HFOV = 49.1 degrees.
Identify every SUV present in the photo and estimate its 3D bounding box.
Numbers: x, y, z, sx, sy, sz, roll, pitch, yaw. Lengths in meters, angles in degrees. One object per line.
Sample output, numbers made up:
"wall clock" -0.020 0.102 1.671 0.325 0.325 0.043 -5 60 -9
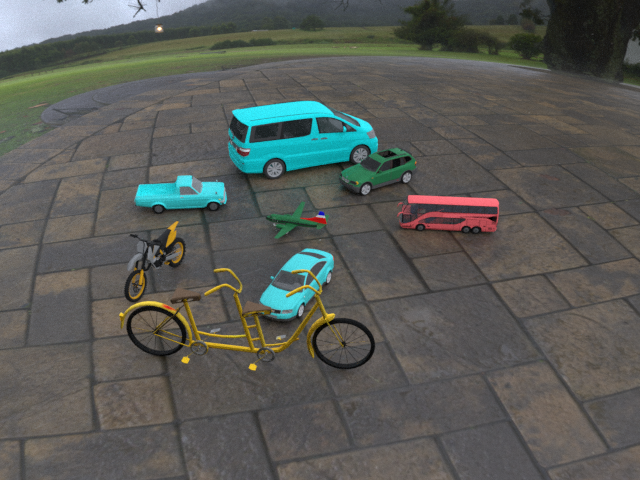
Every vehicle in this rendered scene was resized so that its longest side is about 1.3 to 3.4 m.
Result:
"SUV" 1.111 -1.339 13.288 1.572 0.580 0.656 -18 34 -28

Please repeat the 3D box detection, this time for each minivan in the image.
"minivan" -0.301 -2.108 14.011 3.011 1.197 1.324 -12 32 -19

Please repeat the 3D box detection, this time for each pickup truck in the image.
"pickup truck" -2.479 -0.844 12.493 1.603 0.511 0.640 -3 30 -5

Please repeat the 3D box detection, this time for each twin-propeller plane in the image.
"twin-propeller plane" -0.408 -0.361 11.754 1.095 0.407 1.370 9 31 15

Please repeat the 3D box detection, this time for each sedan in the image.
"sedan" -0.325 0.578 10.035 0.635 0.483 1.613 13 32 21

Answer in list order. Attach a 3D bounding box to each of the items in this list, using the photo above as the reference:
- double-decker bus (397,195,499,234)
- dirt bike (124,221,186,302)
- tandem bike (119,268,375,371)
"double-decker bus" 2.135 -0.438 11.753 1.672 0.541 0.389 3 30 5
"dirt bike" -2.402 0.255 10.223 0.527 0.857 1.493 12 32 20
"tandem bike" -0.916 0.964 8.512 3.192 1.326 0.550 3 30 6
